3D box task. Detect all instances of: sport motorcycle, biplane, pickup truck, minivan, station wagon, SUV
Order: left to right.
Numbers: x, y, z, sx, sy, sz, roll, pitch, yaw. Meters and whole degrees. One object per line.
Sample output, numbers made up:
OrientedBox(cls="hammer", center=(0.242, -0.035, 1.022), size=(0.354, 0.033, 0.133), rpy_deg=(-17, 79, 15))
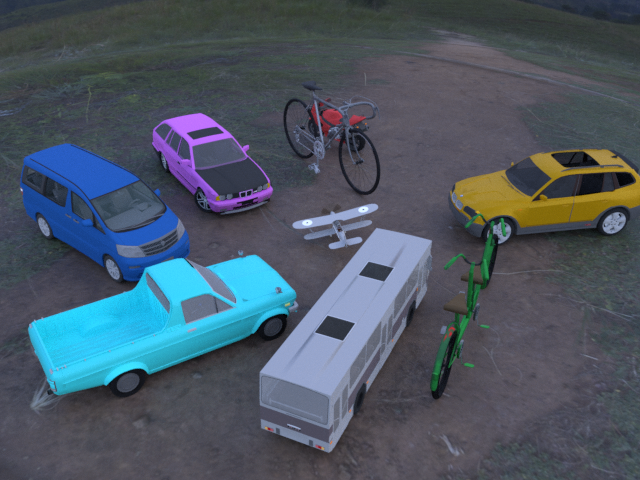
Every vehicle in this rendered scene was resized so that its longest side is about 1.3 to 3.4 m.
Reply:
OrientedBox(cls="minivan", center=(-3.268, -0.465, 10.506), size=(3.011, 1.197, 1.324), rpy_deg=(24, 38, 34))
OrientedBox(cls="pickup truck", center=(-1.824, 0.886, 8.444), size=(3.117, 0.993, 1.244), rpy_deg=(-18, 35, -27))
OrientedBox(cls="station wagon", center=(-1.975, -1.463, 12.445), size=(1.327, 0.920, 3.105), rpy_deg=(-17, 35, -26))
OrientedBox(cls="sport motorcycle", center=(0.324, -2.284, 13.916), size=(1.520, 0.821, 0.506), rpy_deg=(26, 39, 36))
OrientedBox(cls="biplane", center=(0.269, -0.161, 10.673), size=(1.336, 0.504, 1.090), rpy_deg=(-6, 31, -10))
OrientedBox(cls="SUV", center=(3.591, -0.764, 11.074), size=(3.058, 1.128, 1.276), rpy_deg=(-5, 31, -8))

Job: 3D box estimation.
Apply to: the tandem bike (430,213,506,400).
OrientedBox(cls="tandem bike", center=(1.839, 0.627, 8.554), size=(0.550, 1.326, 3.192), rpy_deg=(13, 33, 20))

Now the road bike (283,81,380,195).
OrientedBox(cls="road bike", center=(0.142, -1.934, 12.516), size=(0.697, 1.656, 3.004), rpy_deg=(-19, 36, -29))

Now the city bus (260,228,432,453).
OrientedBox(cls="city bus", center=(0.432, 1.042, 8.280), size=(0.926, 0.894, 3.255), rpy_deg=(14, 33, 22))
